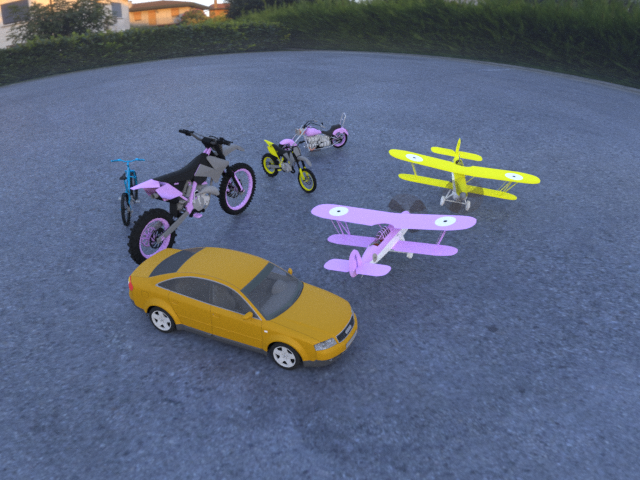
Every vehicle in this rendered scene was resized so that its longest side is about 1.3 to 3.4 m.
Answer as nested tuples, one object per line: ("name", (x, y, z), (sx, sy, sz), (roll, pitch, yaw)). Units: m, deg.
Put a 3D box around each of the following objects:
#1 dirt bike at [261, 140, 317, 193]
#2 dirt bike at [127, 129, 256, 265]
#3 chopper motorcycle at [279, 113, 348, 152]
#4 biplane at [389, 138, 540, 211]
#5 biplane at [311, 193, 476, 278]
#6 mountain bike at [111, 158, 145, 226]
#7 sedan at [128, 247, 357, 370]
("dirt bike", (-0.587, -1.427, 12.980), (0.527, 0.857, 1.493), (-26, 38, -37))
("dirt bike", (-1.962, -0.779, 11.020), (1.024, 1.666, 2.903), (18, 34, 29))
("chopper motorcycle", (-0.130, -2.131, 14.316), (1.563, 0.761, 0.466), (-13, 32, -22))
("biplane", (2.509, -1.177, 12.415), (2.598, 0.981, 2.120), (3, 30, 6))
("biplane", (0.879, 0.021, 10.305), (2.598, 0.981, 2.120), (15, 33, 25))
("mountain bike", (-3.274, -0.869, 11.987), (0.573, 0.868, 1.469), (-3, 30, -4))
("sedan", (-1.026, 0.736, 9.088), (3.137, 0.940, 1.235), (13, 32, 21))
